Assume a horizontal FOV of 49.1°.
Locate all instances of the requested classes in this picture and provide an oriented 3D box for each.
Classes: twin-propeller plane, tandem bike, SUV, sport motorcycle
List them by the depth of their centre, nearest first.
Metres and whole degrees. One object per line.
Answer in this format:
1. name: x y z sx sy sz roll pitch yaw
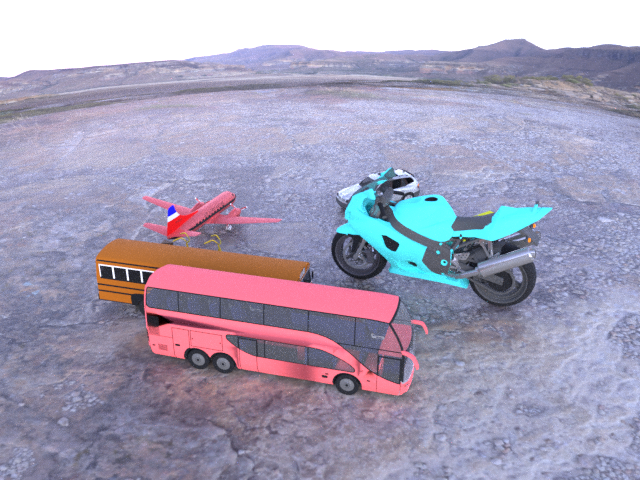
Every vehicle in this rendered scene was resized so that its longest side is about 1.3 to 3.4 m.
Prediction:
1. sport motorcycle: 1.546 0.000 9.585 2.955 1.596 0.983 10 27 19
2. tandem bike: -1.882 0.220 10.185 1.642 0.682 0.283 7 26 14
3. twin-propeller plane: -1.933 -0.509 11.592 2.663 0.792 2.129 10 27 20
4. SUV: 1.053 -0.894 12.647 1.572 0.580 0.656 -13 28 -25

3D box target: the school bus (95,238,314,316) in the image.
1. school bus: -1.281 0.618 9.160 3.322 0.844 0.709 7 26 14

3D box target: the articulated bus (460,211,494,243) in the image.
1. articulated bus: 2.262 -0.123 11.367 1.749 0.289 0.311 -18 31 -33

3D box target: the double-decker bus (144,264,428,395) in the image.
1. double-decker bus: -0.430 1.023 8.066 3.251 1.052 0.756 7 26 14
